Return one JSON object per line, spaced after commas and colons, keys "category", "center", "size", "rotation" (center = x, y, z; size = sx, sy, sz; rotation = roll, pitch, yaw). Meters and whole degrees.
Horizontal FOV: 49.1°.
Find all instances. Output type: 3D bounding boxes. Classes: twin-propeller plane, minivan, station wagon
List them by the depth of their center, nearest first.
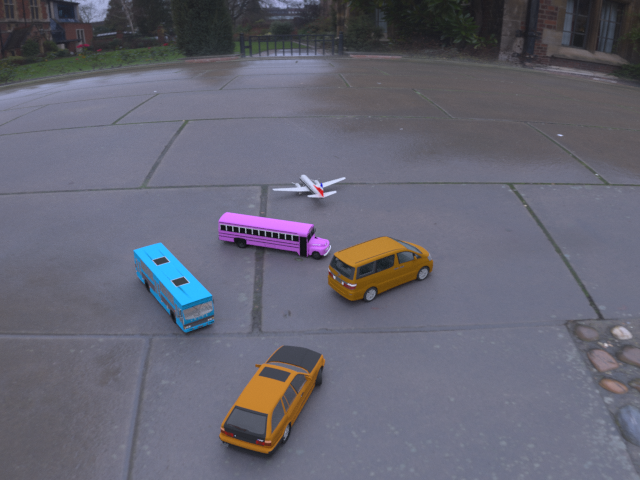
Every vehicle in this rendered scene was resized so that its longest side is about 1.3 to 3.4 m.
{"category": "station wagon", "center": [-0.456, 1.578, 7.400], "size": [0.682, 0.473, 1.597], "rotation": [10, 30, 18]}
{"category": "minivan", "center": [0.863, 0.320, 9.588], "size": [1.548, 0.616, 0.681], "rotation": [-18, 33, -31]}
{"category": "twin-propeller plane", "center": [-0.144, -0.974, 12.215], "size": [1.370, 0.407, 1.095], "rotation": [-11, 30, -19]}

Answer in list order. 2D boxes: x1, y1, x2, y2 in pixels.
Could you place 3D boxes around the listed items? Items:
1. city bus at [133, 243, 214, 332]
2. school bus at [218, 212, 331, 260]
{"category": "city bus", "center": [-1.945, 0.609, 9.215], "size": [0.476, 0.460, 1.674], "rotation": [-17, 33, -29]}
{"category": "school bus", "center": [-0.680, -0.072, 10.509], "size": [1.708, 0.434, 0.365], "rotation": [8, 29, 15]}
